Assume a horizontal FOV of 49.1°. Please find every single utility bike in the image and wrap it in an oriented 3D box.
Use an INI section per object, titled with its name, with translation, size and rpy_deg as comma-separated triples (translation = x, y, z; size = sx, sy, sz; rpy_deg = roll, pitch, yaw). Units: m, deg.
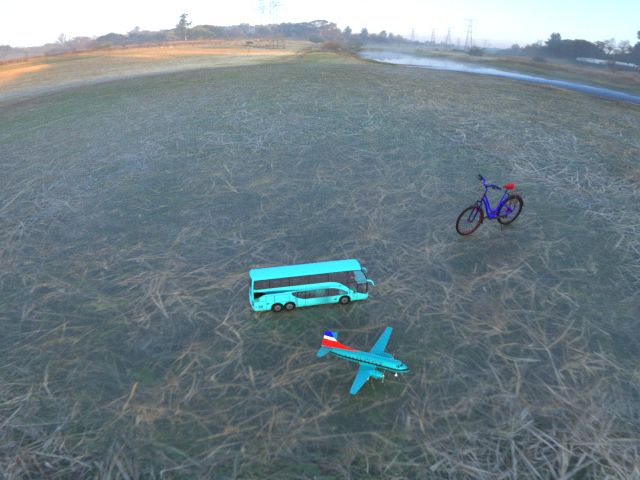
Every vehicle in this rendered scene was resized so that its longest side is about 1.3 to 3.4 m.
[utility bike]
translation = 2.825, -0.566, 11.307
size = 1.435, 0.946, 0.535
rpy_deg = -14, 31, -25

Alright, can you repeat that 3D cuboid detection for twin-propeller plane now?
[twin-propeller plane]
translation = 0.526, 1.342, 8.217
size = 1.095, 0.407, 1.370
rpy_deg = 11, 29, 20

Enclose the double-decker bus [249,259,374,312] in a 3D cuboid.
[double-decker bus]
translation = -0.124, 0.610, 9.483
size = 1.672, 0.541, 0.389
rpy_deg = -6, 28, -11
